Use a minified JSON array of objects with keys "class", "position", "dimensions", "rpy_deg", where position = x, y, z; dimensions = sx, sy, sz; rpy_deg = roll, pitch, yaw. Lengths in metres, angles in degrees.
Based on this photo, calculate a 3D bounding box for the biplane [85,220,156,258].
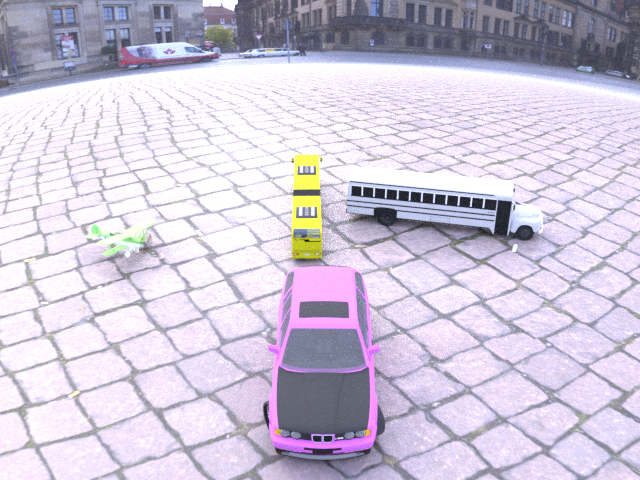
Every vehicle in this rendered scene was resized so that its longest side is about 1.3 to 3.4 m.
[{"class":"biplane","position":[-3.193,-0.028,11.198],"dimensions":[1.090,0.504,1.336],"rpy_deg":[11,30,19]}]

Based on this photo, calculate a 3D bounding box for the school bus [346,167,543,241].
[{"class":"school bus","position":[2.136,-0.659,12.028],"dimensions":[3.322,0.844,0.709],"rpy_deg":[7,29,12]}]

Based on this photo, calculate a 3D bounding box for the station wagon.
[{"class":"station wagon","position":[0.045,1.243,8.352],"dimensions":[1.327,0.920,3.105],"rpy_deg":[0,28,1]}]

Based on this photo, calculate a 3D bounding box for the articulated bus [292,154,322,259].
[{"class":"articulated bus","position":[-0.228,-0.684,12.377],"dimensions":[0.605,0.561,3.401],"rpy_deg":[0,28,-1]}]
